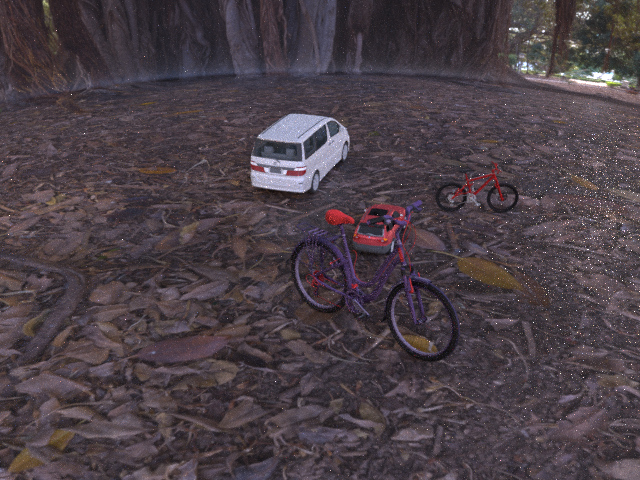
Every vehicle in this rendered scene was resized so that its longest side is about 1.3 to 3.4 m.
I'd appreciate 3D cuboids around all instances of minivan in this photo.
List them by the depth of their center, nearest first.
[{"bbox_3d":[-0.318,-1.881,13.996,1.324,1.197,3.011,9,28,17],"label":"minivan"}]

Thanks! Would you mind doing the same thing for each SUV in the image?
[{"bbox_3d":[0.994,-0.273,11.464,0.656,0.580,1.572,8,28,16],"label":"SUV"}]

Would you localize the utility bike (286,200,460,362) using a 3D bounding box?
[{"bbox_3d":[0.644,0.326,8.854,2.791,1.839,1.039,22,34,37],"label":"utility bike"}]

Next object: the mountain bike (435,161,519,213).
[{"bbox_3d":[2.792,-0.893,12.383,1.469,0.868,0.573,1,27,2],"label":"mountain bike"}]
